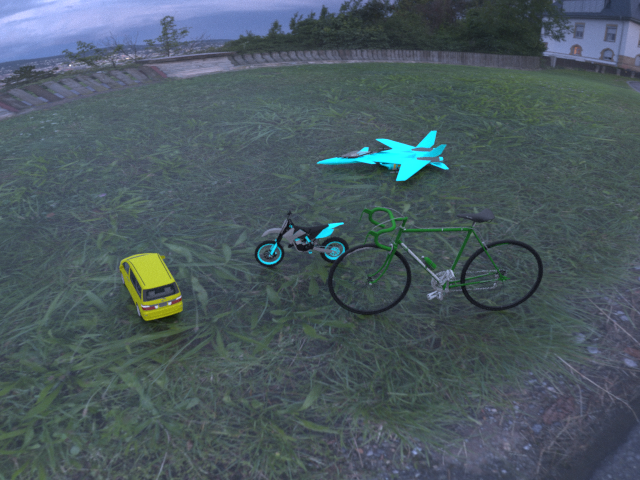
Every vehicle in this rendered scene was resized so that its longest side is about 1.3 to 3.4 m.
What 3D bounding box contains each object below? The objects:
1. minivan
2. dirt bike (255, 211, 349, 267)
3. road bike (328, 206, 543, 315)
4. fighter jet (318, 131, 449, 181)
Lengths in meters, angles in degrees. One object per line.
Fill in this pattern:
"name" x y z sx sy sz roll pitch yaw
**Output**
"minivan" -2.498 0.562 10.201 0.681 0.616 1.548 -14 32 -23
"dirt bike" -0.281 0.023 10.915 1.493 0.857 0.527 -4 30 -6
"road bike" 1.608 0.312 9.586 3.004 1.656 0.697 -2 29 -3
"fighter jet" 1.244 -1.806 14.475 2.640 0.557 2.229 -3 29 -6
